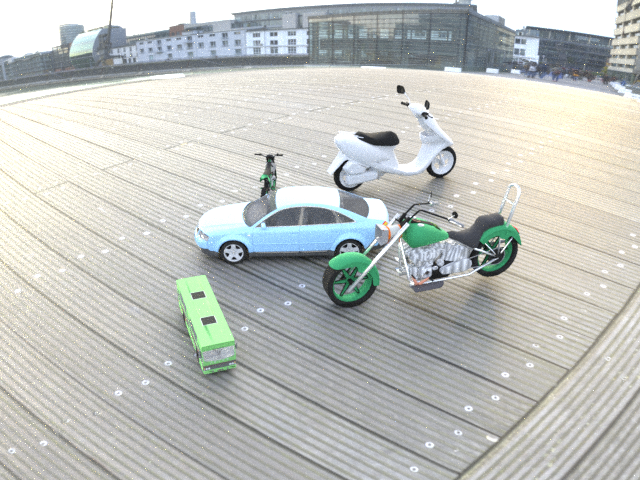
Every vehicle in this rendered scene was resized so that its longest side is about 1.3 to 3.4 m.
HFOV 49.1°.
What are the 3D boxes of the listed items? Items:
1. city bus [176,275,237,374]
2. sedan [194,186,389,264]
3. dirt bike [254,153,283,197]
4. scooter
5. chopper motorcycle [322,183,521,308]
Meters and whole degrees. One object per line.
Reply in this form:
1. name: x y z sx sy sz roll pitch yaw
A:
1. city bus: -1.494 1.071 9.069 0.476 0.460 1.674 -10 29 -18
2. sedan: -0.436 -0.310 11.198 3.137 0.940 1.235 -1 28 -2
3. dirt bike: -0.950 -1.125 12.849 0.527 0.857 1.493 2 28 5
4. scooter: 1.438 -1.892 13.314 2.721 1.786 1.288 -10 29 -18
5. chopper motorcycle: 1.502 0.062 9.900 3.040 1.480 0.906 -9 29 -17
